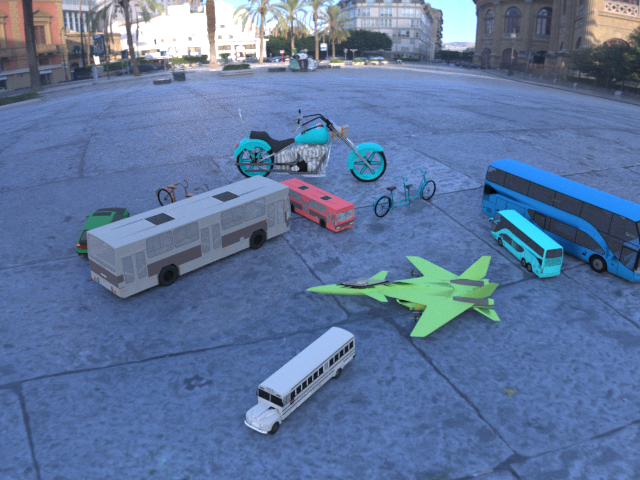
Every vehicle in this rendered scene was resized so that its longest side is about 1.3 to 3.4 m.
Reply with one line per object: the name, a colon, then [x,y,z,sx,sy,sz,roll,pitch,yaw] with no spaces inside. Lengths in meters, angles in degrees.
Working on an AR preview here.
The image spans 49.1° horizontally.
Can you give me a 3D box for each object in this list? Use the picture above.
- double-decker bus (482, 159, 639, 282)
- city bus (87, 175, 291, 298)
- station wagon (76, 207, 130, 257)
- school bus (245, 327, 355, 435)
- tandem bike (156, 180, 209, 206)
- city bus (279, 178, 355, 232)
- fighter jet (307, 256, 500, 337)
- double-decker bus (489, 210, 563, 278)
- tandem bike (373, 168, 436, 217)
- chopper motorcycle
double-decker bus: [3.995,-0.365,11.222,0.756,1.052,3.251,-16,30,-30]
city bus: [-1.905,-0.099,10.853,0.926,0.894,3.255,23,34,39]
station wagon: [-3.577,-0.233,11.613,0.682,0.473,1.597,-2,26,-4]
school bus: [-0.201,1.566,7.934,0.365,0.434,1.708,17,31,31]
tandem bike: [-2.335,-0.727,12.397,1.642,0.682,0.283,17,31,31]
city bus: [-0.092,-0.622,12.435,0.476,0.460,1.674,-20,32,-35]
fighter jet: [1.120,0.603,9.786,2.640,0.557,2.229,2,26,4]
double-decker bus: [3.215,0.017,11.017,0.389,0.541,1.672,-7,27,-13]
tandem bike: [1.559,-0.883,12.719,1.642,0.682,0.283,-20,32,-35]
chopper motorcycle: [-0.193,-1.861,13.827,3.040,1.480,0.906,0,26,-1]
